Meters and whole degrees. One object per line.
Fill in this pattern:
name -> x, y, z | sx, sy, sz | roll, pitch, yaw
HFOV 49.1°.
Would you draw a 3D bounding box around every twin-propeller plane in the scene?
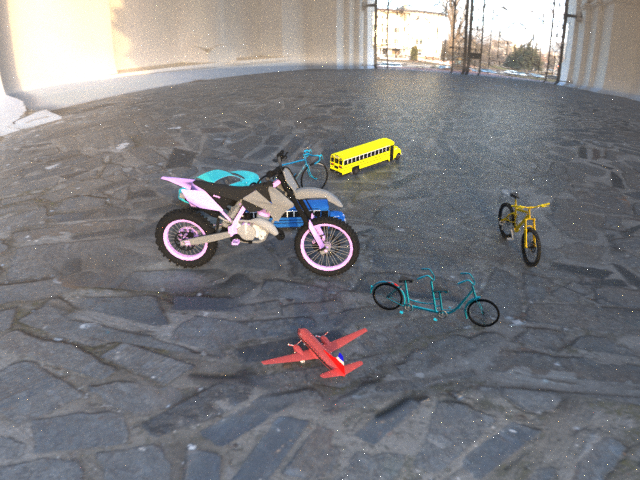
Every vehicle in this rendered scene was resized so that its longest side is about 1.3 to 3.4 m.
twin-propeller plane -> 0.005, 1.224, 7.957 | 1.370, 0.407, 1.095 | -14, 30, -26

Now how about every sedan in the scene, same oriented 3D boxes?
sedan -> -1.726, -0.965, 12.219 | 0.635, 0.483, 1.613 | 22, 34, 37

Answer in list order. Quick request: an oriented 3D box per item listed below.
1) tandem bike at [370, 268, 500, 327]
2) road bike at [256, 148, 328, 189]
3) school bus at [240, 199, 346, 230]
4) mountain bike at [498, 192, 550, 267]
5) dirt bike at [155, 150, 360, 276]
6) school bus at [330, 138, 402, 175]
tandem bike -> 1.420, 0.683, 8.727 | 1.642, 0.682, 0.283 | 9, 28, 17
road bike -> -0.481, -1.077, 12.032 | 1.545, 0.852, 0.358 | -18, 32, -32
school bus -> -0.444, -0.393, 11.139 | 1.708, 0.434, 0.365 | -2, 27, -4
mountain bike -> 2.946, -0.235, 10.342 | 0.573, 0.868, 1.469 | -4, 27, -8
dirt bike -> -0.890, -0.303, 9.589 | 2.903, 1.666, 1.024 | 3, 27, 7
school bus -> 0.929, -1.641, 13.615 | 1.708, 0.434, 0.365 | -22, 34, -37
